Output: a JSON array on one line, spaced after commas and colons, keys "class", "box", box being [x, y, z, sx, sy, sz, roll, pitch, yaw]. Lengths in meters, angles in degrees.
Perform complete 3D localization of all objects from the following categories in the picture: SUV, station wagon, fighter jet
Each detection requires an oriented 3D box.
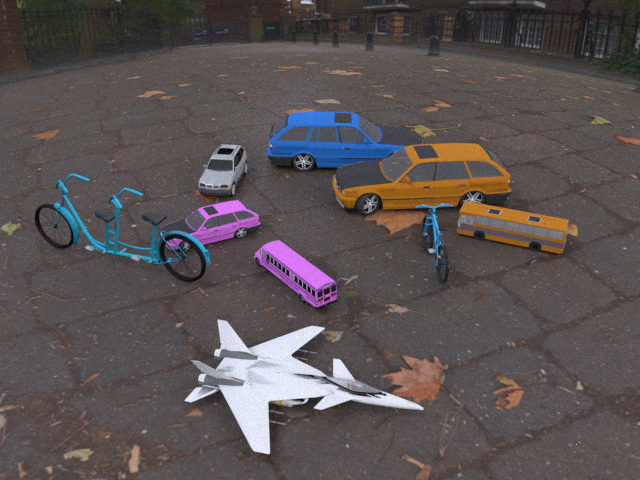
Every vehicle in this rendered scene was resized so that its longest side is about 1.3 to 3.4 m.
[{"class": "SUV", "box": [-1.798, -1.332, 13.087, 0.656, 0.580, 1.572, 4, 30, 7]}, {"class": "station wagon", "box": [1.771, -1.148, 12.418, 3.105, 0.920, 1.327, -3, 30, -5]}, {"class": "station wagon", "box": [-1.783, -0.265, 11.315, 1.597, 0.473, 0.682, -15, 33, -24]}, {"class": "station wagon", "box": [0.521, -2.002, 13.922, 3.105, 0.920, 1.327, 1, 30, 1]}, {"class": "fighter jet", "box": [-0.116, 1.561, 8.015, 2.640, 0.557, 2.229, 8, 30, 13]}]

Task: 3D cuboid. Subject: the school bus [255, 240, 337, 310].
[{"class": "school bus", "box": [-0.397, 0.443, 10.108, 0.365, 0.434, 1.708, -20, 35, -31]}]

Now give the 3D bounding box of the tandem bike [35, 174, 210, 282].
[{"class": "tandem bike", "box": [-3.021, -0.201, 10.339, 3.192, 1.326, 0.550, 12, 32, 20]}]

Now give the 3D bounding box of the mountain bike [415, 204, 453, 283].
[{"class": "mountain bike", "box": [1.730, -0.010, 10.466, 0.573, 0.868, 1.469, -3, 30, -5]}]

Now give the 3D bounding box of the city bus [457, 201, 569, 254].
[{"class": "city bus", "box": [3.069, -0.193, 11.203, 1.674, 0.460, 0.476, 12, 32, 21]}]
